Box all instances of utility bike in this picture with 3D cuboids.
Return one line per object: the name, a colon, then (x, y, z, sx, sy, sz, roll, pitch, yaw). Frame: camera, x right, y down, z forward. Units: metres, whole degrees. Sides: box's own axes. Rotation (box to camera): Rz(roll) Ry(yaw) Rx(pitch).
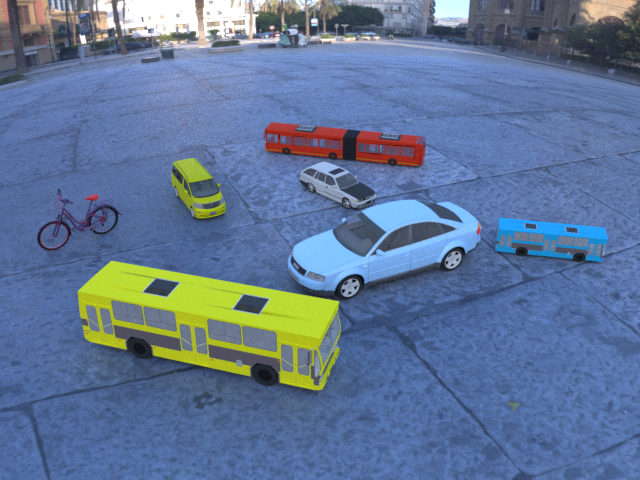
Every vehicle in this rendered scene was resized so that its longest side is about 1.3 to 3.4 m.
utility bike: (-3.906, -0.369, 11.395, 1.435, 0.946, 0.535, -22, 36, -34)

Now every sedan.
sedan: (1.010, 0.007, 10.737, 3.137, 0.940, 1.235, -14, 32, -23)

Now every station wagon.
station wagon: (0.335, -1.059, 13.095, 0.682, 0.473, 1.597, -25, 38, -37)

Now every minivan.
minivan: (-2.226, -0.945, 12.748, 0.681, 0.616, 1.548, -14, 33, -24)

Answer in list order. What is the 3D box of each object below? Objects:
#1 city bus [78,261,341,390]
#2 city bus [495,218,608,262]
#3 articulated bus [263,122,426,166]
city bus: (-1.405, 1.079, 8.886, 3.255, 0.894, 0.926, 9, 31, 15)
city bus: (3.676, 0.012, 11.215, 1.674, 0.460, 0.476, 6, 30, 10)
articulated bus: (0.484, -2.015, 14.697, 3.401, 0.561, 0.605, 7, 30, 13)
